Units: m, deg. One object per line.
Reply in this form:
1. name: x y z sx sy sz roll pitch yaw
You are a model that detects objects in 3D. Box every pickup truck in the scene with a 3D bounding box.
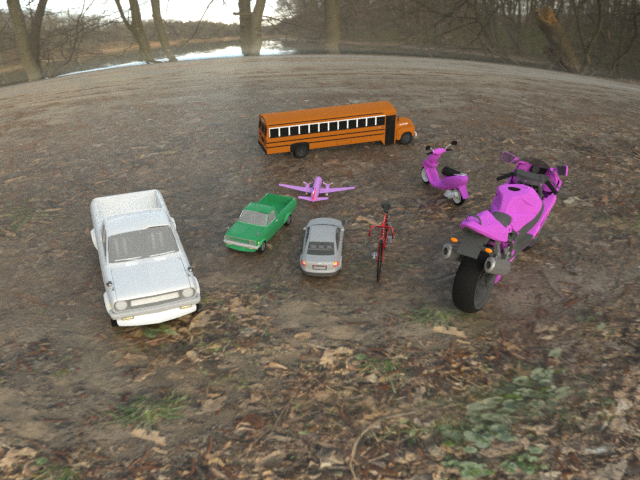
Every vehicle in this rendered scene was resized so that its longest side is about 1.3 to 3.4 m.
1. pickup truck: -2.583 0.066 10.007 1.244 0.993 3.117 -10 31 -18
2. pickup truck: -0.933 -0.341 11.235 0.640 0.511 1.603 11 31 19

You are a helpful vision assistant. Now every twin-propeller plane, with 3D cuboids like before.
1. twin-propeller plane: -0.068 -0.944 12.425 1.370 0.407 1.095 3 29 5

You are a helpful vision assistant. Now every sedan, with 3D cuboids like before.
1. sedan: 0.046 0.018 10.617 0.635 0.483 1.613 2 29 3

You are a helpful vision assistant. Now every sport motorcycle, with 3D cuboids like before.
1. sport motorcycle: 2.613 -0.158 9.789 0.983 1.596 2.955 19 34 30

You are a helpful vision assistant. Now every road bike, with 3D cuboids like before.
1. road bike: 0.933 -0.040 10.342 0.358 0.852 1.545 5 29 8

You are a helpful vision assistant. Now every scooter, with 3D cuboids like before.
1. scooter: 2.204 -1.229 12.412 0.662 0.919 1.399 -13 32 -22

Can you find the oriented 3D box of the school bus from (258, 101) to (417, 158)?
1. school bus: 0.408 -2.306 14.423 3.322 0.844 0.709 -9 30 -16
